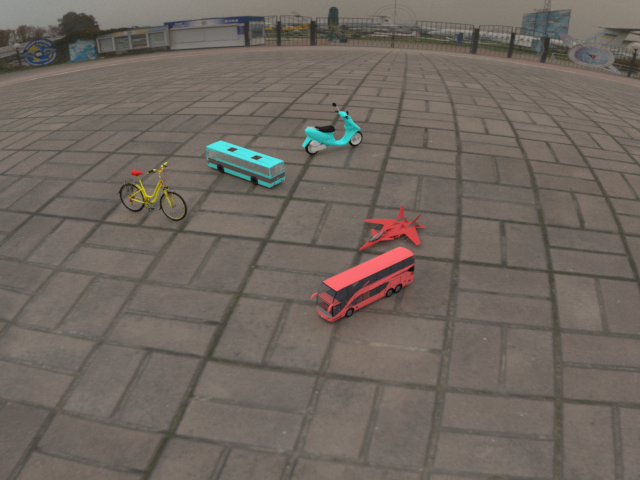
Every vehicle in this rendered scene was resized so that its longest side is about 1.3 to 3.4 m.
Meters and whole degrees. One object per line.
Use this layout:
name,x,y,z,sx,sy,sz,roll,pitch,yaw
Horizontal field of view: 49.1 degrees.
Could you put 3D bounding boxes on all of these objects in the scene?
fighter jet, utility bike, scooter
fighter jet,1.093,-0.157,11.393,1.147,0.286,1.358,26,39,37
utility bike,-2.868,-0.863,11.951,1.435,0.946,0.535,12,32,20
scooter,0.276,-2.271,14.395,1.399,0.919,0.662,-14,33,-23

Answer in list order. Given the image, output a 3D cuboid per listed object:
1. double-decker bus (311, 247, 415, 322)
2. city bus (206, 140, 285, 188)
double-decker bus,0.639,0.620,9.806,1.672,0.541,0.389,-22,37,-33
city bus,-1.445,-1.449,13.440,1.674,0.460,0.476,21,36,32
